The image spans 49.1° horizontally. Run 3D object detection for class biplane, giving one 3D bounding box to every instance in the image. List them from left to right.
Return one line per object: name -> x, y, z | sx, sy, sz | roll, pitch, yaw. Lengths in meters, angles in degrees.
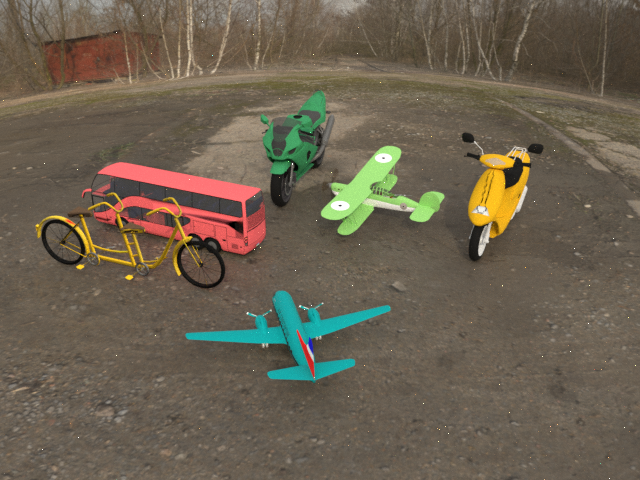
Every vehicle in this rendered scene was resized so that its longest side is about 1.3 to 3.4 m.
biplane -> 1.027, -0.706, 12.008 | 2.120, 0.981, 2.598 | 14, 30, 25

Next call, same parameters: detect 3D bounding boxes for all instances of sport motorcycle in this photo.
sport motorcycle -> -0.401, -1.830, 13.534 | 0.983, 1.596, 2.955 | 7, 28, 14

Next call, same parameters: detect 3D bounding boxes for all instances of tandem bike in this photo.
tandem bike -> -2.872, -0.051, 10.342 | 3.192, 1.326, 0.550 | 8, 28, 16

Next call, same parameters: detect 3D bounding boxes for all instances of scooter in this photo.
scooter -> 2.973, -0.909, 11.520 | 1.288, 1.786, 2.721 | 14, 30, 25

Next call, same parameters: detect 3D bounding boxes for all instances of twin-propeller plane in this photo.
twin-propeller plane -> -0.319, 1.069, 8.734 | 2.663, 0.792, 2.129 | -7, 28, -13

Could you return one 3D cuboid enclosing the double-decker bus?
double-decker bus -> -2.443, -0.562, 11.647 | 3.251, 1.052, 0.756 | 12, 29, 22
